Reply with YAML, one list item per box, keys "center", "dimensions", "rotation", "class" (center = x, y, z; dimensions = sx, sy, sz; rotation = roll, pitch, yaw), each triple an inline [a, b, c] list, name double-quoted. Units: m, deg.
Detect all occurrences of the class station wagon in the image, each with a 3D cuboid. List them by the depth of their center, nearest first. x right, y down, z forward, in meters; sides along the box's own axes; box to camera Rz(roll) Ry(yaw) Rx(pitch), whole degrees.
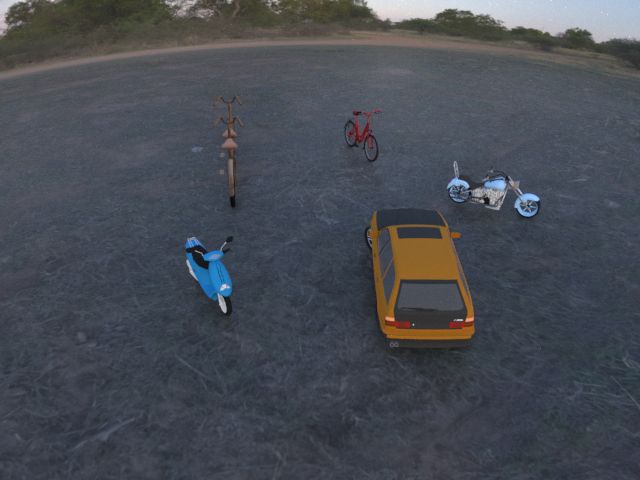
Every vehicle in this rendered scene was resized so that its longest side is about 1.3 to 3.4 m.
- center: [1.328, 0.257, 9.634]
  dimensions: [1.327, 0.920, 3.105]
  rotation: [0, 30, 1]
  class: "station wagon"

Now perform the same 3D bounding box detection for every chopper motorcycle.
- center: [2.905, -0.845, 11.702]
  dimensions: [1.563, 0.761, 0.466]
  rotation: [12, 32, 20]
  class: "chopper motorcycle"

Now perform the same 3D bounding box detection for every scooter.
- center: [-1.516, 0.354, 9.468]
  dimensions: [0.662, 0.919, 1.399]
  rotation: [-16, 34, -26]
  class: "scooter"

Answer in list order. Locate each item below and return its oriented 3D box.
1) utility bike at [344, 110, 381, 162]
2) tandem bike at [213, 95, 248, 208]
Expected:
- center: [0.852, -2.167, 13.808]
  dimensions: [0.535, 0.946, 1.435]
  rotation: [-13, 33, -22]
  class: "utility bike"
- center: [-1.620, -1.734, 12.677]
  dimensions: [0.550, 1.326, 3.192]
  rotation: [-3, 30, -6]
  class: "tandem bike"
